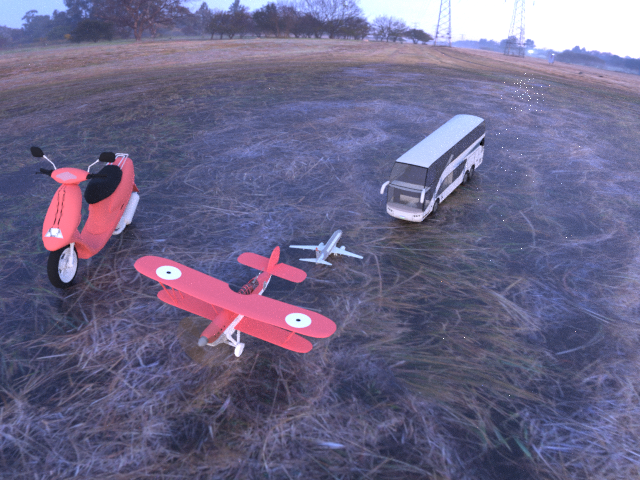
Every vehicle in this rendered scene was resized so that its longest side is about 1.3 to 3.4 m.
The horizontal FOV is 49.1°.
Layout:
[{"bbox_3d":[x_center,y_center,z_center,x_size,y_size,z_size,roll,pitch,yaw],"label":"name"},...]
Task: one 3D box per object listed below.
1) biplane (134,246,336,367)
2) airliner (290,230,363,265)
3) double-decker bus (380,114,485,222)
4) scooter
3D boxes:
[{"bbox_3d":[-0.920,0.758,8.696,2.598,0.981,2.120,10,30,19],"label":"biplane"},{"bbox_3d":[0.133,0.032,10.668,1.161,0.429,1.307,9,29,16],"label":"airliner"},{"bbox_3d":[2.133,-1.326,12.582,0.756,1.052,3.251,15,31,27],"label":"double-decker bus"},{"bbox_3d":[-3.407,-0.617,10.444,1.288,1.786,2.721,5,28,10],"label":"scooter"}]
